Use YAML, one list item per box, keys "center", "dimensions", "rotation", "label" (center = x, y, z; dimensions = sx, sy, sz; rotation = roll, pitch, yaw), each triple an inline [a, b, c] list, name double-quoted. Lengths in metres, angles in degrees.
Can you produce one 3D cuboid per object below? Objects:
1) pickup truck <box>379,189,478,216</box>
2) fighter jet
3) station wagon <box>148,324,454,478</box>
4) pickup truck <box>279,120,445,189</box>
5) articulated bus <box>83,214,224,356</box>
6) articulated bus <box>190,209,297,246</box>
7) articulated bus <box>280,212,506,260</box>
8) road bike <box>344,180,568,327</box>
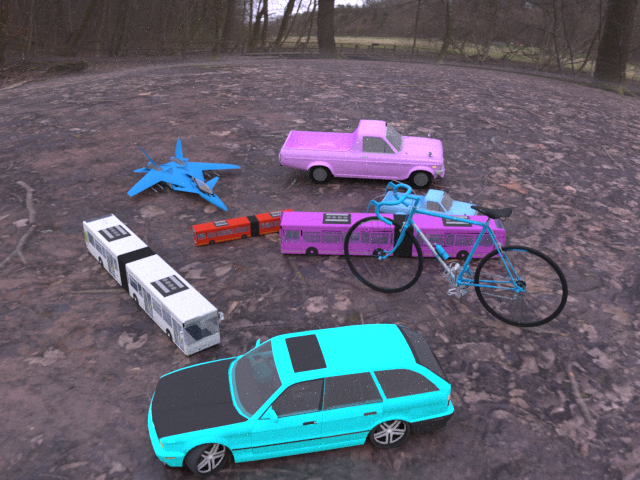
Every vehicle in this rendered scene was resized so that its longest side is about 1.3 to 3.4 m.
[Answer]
- center: [1.805, -0.538, 11.602]
  dimensions: [1.603, 0.511, 0.640]
  rotation: [10, 30, 18]
  label: "pickup truck"
- center: [-2.346, -1.148, 12.697]
  dimensions: [2.229, 0.557, 2.640]
  rotation: [-19, 33, -31]
  label: "fighter jet"
- center: [-0.217, 1.538, 7.277]
  dimensions: [3.105, 0.920, 1.327]
  rotation: [-6, 29, -10]
  label: "station wagon"
- center: [0.817, -1.702, 13.271]
  dimensions: [3.117, 0.993, 1.244]
  rotation: [4, 28, 7]
  label: "pickup truck"
- center: [-2.399, 0.502, 9.600]
  dimensions: [0.605, 0.561, 3.401]
  rotation: [-19, 34, -32]
  label: "articulated bus"
- center: [-1.174, -0.211, 11.225]
  dimensions: [1.749, 0.289, 0.311]
  rotation: [-10, 30, -19]
  label: "articulated bus"
- center: [1.064, -0.079, 10.688]
  dimensions: [3.401, 0.561, 0.605]
  rotation: [1, 28, 2]
  label: "articulated bus"
- center: [1.680, 0.182, 9.037]
  dimensions: [3.004, 1.656, 0.696]
  rotation: [13, 31, 23]
  label: "road bike"
